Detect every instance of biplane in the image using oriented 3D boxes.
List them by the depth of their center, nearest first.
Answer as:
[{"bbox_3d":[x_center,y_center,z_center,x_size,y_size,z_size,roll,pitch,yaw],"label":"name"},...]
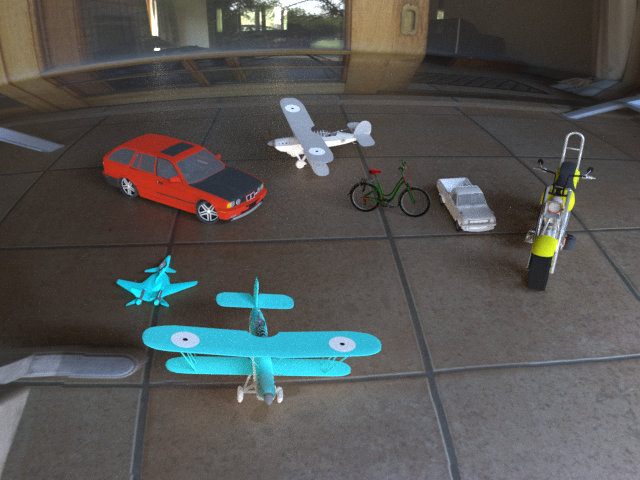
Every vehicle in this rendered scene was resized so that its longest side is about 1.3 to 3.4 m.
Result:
[{"bbox_3d":[-0.643,1.191,8.083,2.598,0.981,2.120,-4,30,-8],"label":"biplane"},{"bbox_3d":[0.012,-1.951,13.697,2.120,0.981,2.598,-8,30,-15],"label":"biplane"}]

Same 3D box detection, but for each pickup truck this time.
[{"bbox_3d":[2.464,-0.667,11.885,0.640,0.511,1.603,-3,29,-6],"label":"pickup truck"}]

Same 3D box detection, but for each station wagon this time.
[{"bbox_3d":[-2.422,-1.177,12.375,3.105,0.920,1.327,17,34,28],"label":"station wagon"}]

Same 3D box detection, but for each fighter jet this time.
[{"bbox_3d":[-2.321,0.488,10.050,1.147,0.286,1.358,1,29,2],"label":"fighter jet"}]

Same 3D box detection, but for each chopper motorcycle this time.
[{"bbox_3d":[3.580,-0.497,10.588,0.906,1.480,3.040,12,32,21],"label":"chopper motorcycle"}]

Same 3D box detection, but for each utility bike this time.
[{"bbox_3d":[1.173,-0.888,11.833,1.435,0.946,0.535,7,30,12],"label":"utility bike"}]
